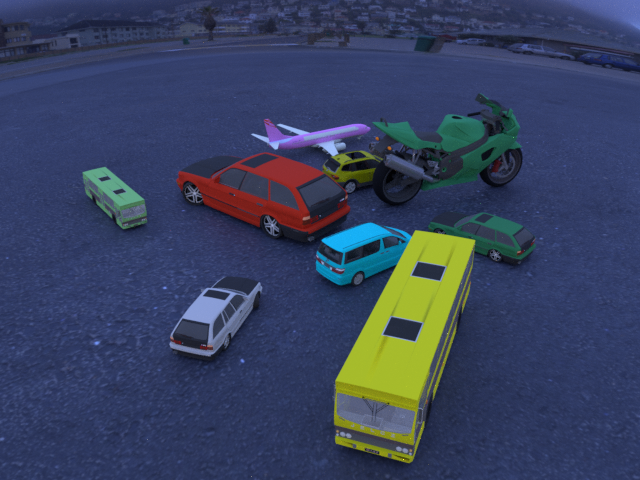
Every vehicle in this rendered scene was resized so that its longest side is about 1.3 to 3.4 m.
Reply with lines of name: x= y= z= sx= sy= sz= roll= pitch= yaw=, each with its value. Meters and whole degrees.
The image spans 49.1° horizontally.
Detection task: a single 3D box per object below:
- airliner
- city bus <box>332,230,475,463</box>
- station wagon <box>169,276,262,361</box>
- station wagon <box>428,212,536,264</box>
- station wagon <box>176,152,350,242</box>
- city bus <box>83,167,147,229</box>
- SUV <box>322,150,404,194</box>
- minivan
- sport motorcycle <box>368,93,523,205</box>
airliner: x=-0.020 y=-2.205 z=13.910 sx=2.541 sy=0.835 sz=2.257 roll=-17 pitch=33 yaw=-28
city bus: x=1.059 y=1.037 z=7.917 sx=0.926 sy=0.894 sz=3.255 roll=10 pitch=30 yaw=18
station wagon: x=-1.250 y=0.854 z=8.690 sx=0.682 sy=0.473 sz=1.597 roll=9 pitch=30 yaw=16
station wagon: x=2.403 y=-0.133 z=10.496 sx=1.597 sy=0.473 sz=0.682 roll=22 pitch=36 yaw=35
station wagon: x=-1.018 y=-0.898 z=11.430 sx=3.105 sy=0.920 sz=1.327 roll=22 pitch=35 yaw=34
city bus: x=-3.394 y=-0.693 z=11.535 sx=0.476 sy=0.460 sz=1.674 roll=-19 pitch=34 yaw=-31
SUV: x=0.792 y=-1.288 z=12.497 sx=1.572 sy=0.580 sz=0.656 roll=-14 pitch=32 yaw=-24
minivan: x=0.690 y=0.122 z=9.882 sx=1.548 sy=0.616 sz=0.681 roll=-21 pitch=35 yaw=-33
sport motorcycle: x=2.201 y=-1.487 z=11.803 sx=2.955 sy=1.596 sz=0.983 roll=-11 pitch=30 yaw=-19
